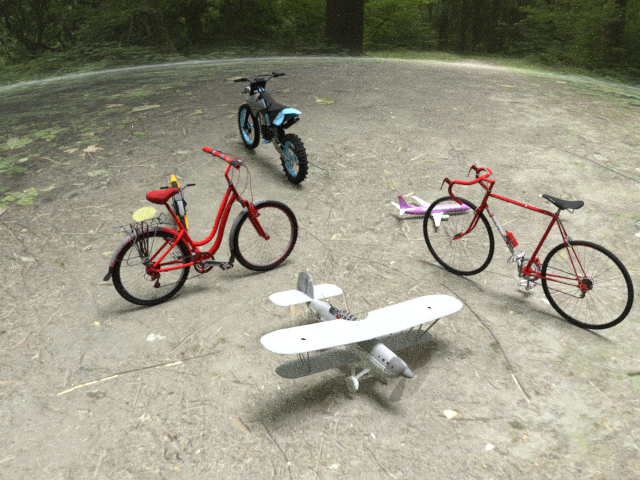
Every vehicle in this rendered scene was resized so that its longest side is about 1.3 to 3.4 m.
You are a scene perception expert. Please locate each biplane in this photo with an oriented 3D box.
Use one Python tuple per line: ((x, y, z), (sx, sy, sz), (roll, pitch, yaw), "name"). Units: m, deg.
((0.353, 0.989, 7.817), (2.598, 0.981, 2.120), (-18, 33, -30), "biplane")

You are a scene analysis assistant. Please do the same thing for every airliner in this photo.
((1.857, -0.580, 11.401), (1.307, 0.429, 1.161), (-6, 28, -11), "airliner")

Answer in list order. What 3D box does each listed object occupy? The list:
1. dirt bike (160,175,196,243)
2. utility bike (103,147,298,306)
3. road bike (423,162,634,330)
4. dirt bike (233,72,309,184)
((-2.177, -0.517, 10.820), (0.527, 0.857, 1.493), (-8, 29, -15), "dirt bike")
((-1.556, -0.228, 9.214), (2.791, 1.839, 1.039), (-16, 32, -28), "utility bike")
((2.545, 0.031, 8.916), (3.004, 1.656, 0.696), (24, 36, 38), "road bike")
((-0.968, -2.202, 13.163), (1.024, 1.666, 2.903), (-14, 31, -25), "dirt bike")
